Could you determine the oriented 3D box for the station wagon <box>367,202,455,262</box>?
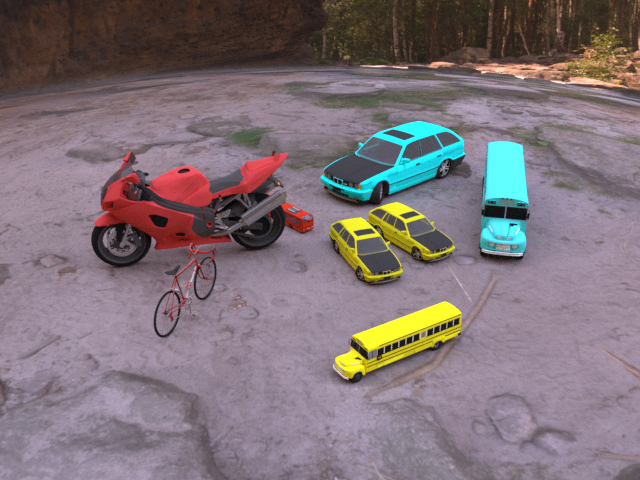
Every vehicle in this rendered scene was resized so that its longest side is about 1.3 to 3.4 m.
[{"bbox_3d":[1.418,-0.172,11.000,0.682,0.473,1.597,-16,31,-29],"label":"station wagon"}]

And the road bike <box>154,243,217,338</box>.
[{"bbox_3d":[-1.722,0.606,9.029,0.358,0.852,1.545,10,28,19],"label":"road bike"}]

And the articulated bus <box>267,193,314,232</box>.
[{"bbox_3d":[-0.766,-0.544,11.947,0.311,0.289,1.749,-22,34,-36],"label":"articulated bus"}]

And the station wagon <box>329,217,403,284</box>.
[{"bbox_3d":[0.670,0.105,10.449,0.682,0.473,1.597,-9,28,-18],"label":"station wagon"}]

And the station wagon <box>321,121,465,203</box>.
[{"bbox_3d":[1.418,-1.553,13.252,3.105,0.920,1.327,-23,34,-38],"label":"station wagon"}]

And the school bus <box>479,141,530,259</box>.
[{"bbox_3d":[3.071,-0.737,11.712,0.709,0.844,3.322,6,27,11],"label":"school bus"}]

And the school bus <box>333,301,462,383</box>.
[{"bbox_3d":[0.931,1.196,8.320,1.708,0.434,0.365,-16,31,-29],"label":"school bus"}]

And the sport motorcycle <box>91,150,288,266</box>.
[{"bbox_3d":[-1.896,-0.475,10.351,2.955,1.596,0.983,-8,28,-15],"label":"sport motorcycle"}]
